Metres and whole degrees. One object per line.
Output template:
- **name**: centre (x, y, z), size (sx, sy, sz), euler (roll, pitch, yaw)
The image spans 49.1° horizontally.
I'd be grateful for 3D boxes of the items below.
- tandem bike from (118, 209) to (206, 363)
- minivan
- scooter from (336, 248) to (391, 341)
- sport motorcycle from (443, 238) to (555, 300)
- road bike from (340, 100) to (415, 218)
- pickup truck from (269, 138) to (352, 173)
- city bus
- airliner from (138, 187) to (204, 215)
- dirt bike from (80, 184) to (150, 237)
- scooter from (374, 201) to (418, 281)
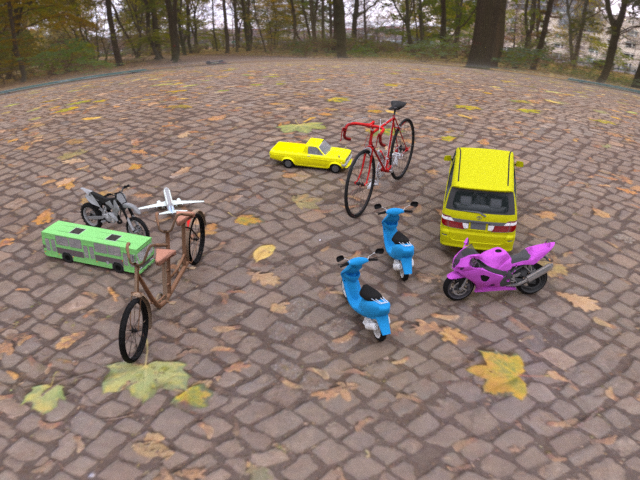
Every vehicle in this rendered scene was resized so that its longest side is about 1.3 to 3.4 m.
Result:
- **tandem bike**: centre (-2.008, 0.274, 9.205), size (0.550, 1.326, 3.192), euler (4, 28, 8)
- **minivan**: centre (2.643, -0.869, 11.492), size (1.324, 1.197, 3.011), euler (6, 29, 11)
- **scooter**: centre (0.567, 0.629, 8.970), size (0.662, 0.919, 1.399), euler (-10, 30, -18)
- **sport motorcycle**: centre (2.414, 0.410, 9.486), size (1.520, 0.821, 0.506), euler (-5, 28, -9)
- **road bike**: centre (1.106, -1.533, 12.252), size (0.696, 1.656, 3.004), euler (14, 31, 25)
- **pickup truck**: centre (-0.175, -1.719, 13.822), size (1.603, 0.511, 0.640), euler (8, 29, 14)
- **city bus**: centre (-3.303, 0.119, 10.418), size (1.674, 0.460, 0.476), euler (10, 29, 17)
- **airliner**: centre (-2.612, -0.746, 12.078), size (1.161, 0.429, 1.307), euler (-8, 29, -14)
- **dirt bike**: centre (-3.266, -0.438, 11.043), size (1.493, 0.857, 0.527), euler (16, 32, 28)
- **scooter**: centre (1.135, -0.062, 10.271), size (0.662, 0.919, 1.399), euler (-4, 28, -7)
